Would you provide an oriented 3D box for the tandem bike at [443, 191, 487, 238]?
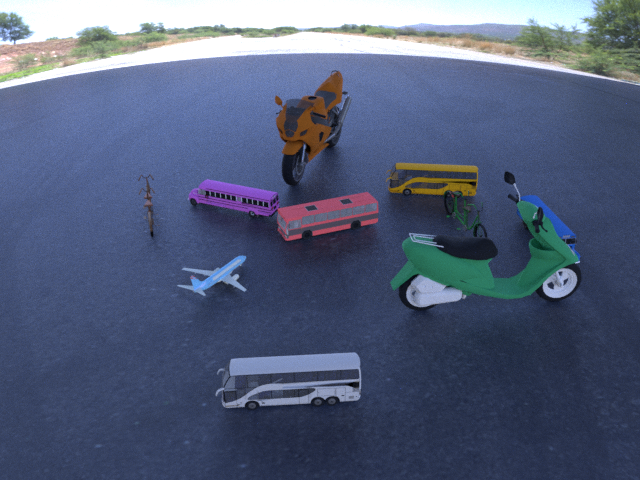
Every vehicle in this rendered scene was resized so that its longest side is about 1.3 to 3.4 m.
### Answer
[{"bbox_3d":[2.416,-0.478,11.664,0.283,0.682,1.642,-8,31,-13],"label":"tandem bike"}]

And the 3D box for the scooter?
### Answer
[{"bbox_3d":[2.328,0.144,9.460,2.721,1.786,1.288,-3,30,-6],"label":"scooter"}]

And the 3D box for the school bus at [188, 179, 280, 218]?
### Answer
[{"bbox_3d":[-1.557,-0.746,12.384,1.708,0.434,0.365,12,32,20],"label":"school bus"}]

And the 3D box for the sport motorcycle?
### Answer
[{"bbox_3d":[-0.124,-2.262,13.867,0.983,1.596,2.955,10,31,17],"label":"sport motorcycle"}]

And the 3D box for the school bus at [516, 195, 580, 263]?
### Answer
[{"bbox_3d":[3.709,-0.171,11.376,0.365,0.434,1.708,-5,30,-8],"label":"school bus"}]

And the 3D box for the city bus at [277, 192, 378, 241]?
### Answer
[{"bbox_3d":[0.138,-0.385,11.724,1.674,0.460,0.476,-12,32,-19],"label":"city bus"}]

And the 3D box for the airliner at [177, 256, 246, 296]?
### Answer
[{"bbox_3d":[-1.487,0.432,10.325,1.161,0.429,1.307,16,34,26],"label":"airliner"}]

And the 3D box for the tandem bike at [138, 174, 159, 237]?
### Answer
[{"bbox_3d":[-2.927,-0.650,11.966,0.283,0.682,1.642,-7,30,-12],"label":"tandem bike"}]

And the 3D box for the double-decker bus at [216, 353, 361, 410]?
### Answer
[{"bbox_3d":[-0.358,1.632,8.110,1.672,0.541,0.389,-2,30,-4],"label":"double-decker bus"}]

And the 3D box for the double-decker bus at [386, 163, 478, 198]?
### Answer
[{"bbox_3d":[2.056,-1.112,12.917,1.672,0.541,0.389,3,30,5],"label":"double-decker bus"}]
